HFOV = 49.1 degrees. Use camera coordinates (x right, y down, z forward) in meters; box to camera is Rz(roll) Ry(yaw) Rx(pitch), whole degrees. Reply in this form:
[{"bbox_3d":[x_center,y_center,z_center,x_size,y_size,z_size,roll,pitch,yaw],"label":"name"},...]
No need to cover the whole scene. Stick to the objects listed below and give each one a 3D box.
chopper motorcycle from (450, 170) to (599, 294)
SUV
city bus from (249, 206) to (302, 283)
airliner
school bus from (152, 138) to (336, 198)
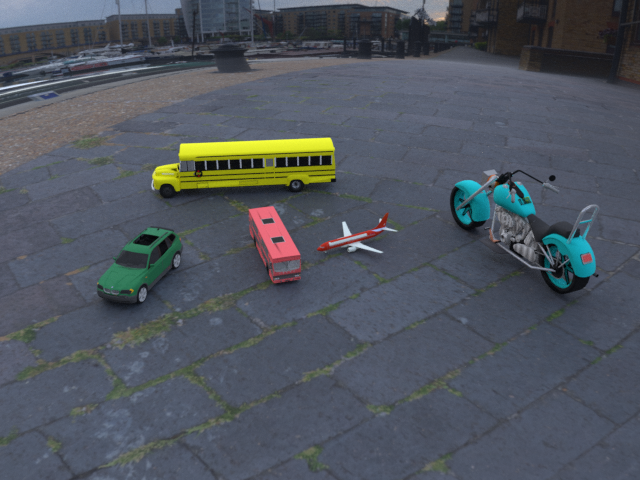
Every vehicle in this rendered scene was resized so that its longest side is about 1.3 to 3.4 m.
[{"bbox_3d":[2.897,-0.383,10.306,0.906,1.480,3.040,-12,31,-21],"label":"chopper motorcycle"},{"bbox_3d":[-2.541,0.321,9.949,0.656,0.580,1.572,9,30,16],"label":"SUV"},{"bbox_3d":[-0.703,0.059,10.560,0.476,0.460,1.674,-8,29,-15],"label":"city bus"},{"bbox_3d":[0.531,-0.103,10.891,1.307,0.429,1.161,-14,32,-24],"label":"airliner"},{"bbox_3d":[-1.391,-1.339,12.741,3.322,0.844,0.709,-3,29,-6],"label":"school bus"}]
